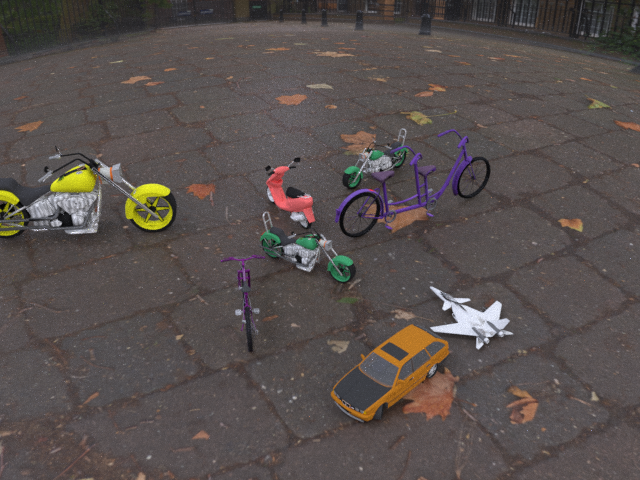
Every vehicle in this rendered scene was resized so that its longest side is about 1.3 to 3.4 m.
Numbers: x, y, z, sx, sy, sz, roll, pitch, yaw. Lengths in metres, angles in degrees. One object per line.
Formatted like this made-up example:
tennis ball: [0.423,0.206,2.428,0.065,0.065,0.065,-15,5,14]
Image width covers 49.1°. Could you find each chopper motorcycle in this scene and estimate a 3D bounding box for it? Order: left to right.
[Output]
chopper motorcycle: [-3.783,-0.720,10.737,3.040,1.480,0.906,-4,32,-6]
chopper motorcycle: [-0.196,0.105,10.098,1.563,0.761,0.466,17,36,25]
chopper motorcycle: [1.008,-1.464,12.598,1.563,0.761,0.466,-25,40,-34]

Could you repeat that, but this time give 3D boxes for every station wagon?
station wagon: [0.833,1.489,8.164,0.682,0.473,1.597,28,42,37]

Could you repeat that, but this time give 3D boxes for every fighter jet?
fighter jet: [1.887,0.892,9.290,1.147,0.286,1.358,-17,36,-25]

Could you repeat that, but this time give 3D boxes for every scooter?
scooter: [-0.508,-0.797,11.387,0.662,0.919,1.399,-20,37,-28]

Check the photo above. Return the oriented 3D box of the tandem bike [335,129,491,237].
tandem bike: [1.584,-0.945,11.240,3.192,1.326,0.550,-19,37,-27]

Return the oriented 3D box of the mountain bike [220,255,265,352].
mountain bike: [-0.951,0.738,8.990,0.573,0.868,1.469,-5,32,-7]
